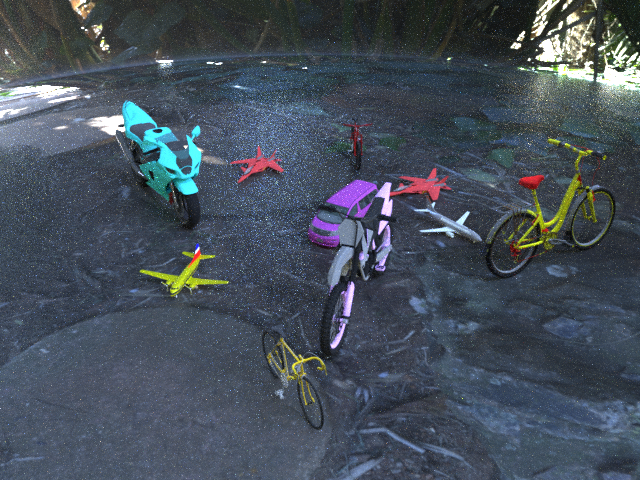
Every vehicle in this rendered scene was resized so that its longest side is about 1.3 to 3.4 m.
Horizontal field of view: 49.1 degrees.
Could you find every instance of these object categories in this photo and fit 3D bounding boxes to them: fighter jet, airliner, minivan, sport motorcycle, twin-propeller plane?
[{"bbox_3d":[1.718,-1.008,12.956,1.358,0.286,1.147,-14,32,-24],"label":"fighter jet"},{"bbox_3d":[-1.301,-1.466,13.783,1.147,0.286,1.358,11,31,19],"label":"fighter jet"},{"bbox_3d":[2.189,-0.340,11.601,1.161,0.429,1.307,-20,35,-32],"label":"airliner"},{"bbox_3d":[0.414,-0.447,11.602,0.681,0.616,1.548,17,33,28],"label":"minivan"},{"bbox_3d":[-2.801,-1.372,12.261,0.983,1.596,2.955,-17,33,-28],"label":"sport motorcycle"},{"bbox_3d":[-1.947,0.456,10.185,1.370,0.407,1.095,7,30,12],"label":"twin-propeller plane"}]

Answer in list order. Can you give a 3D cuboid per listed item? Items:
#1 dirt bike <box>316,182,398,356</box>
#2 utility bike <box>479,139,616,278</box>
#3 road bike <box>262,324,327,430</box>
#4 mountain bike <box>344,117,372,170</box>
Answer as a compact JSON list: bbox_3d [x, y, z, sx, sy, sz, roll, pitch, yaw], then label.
[{"bbox_3d":[0.567,0.214,9.322,1.024,1.666,2.903,10,31,18],"label":"dirt bike"},{"bbox_3d":[3.432,-0.508,10.449,2.791,1.839,1.039,-16,33,-26],"label":"utility bike"},{"bbox_3d":[-0.334,1.459,7.914,0.358,0.852,1.545,-15,32,-25],"label":"road bike"},{"bbox_3d":[0.731,-2.030,14.203,0.573,0.868,1.469,-2,29,-3],"label":"mountain bike"}]
